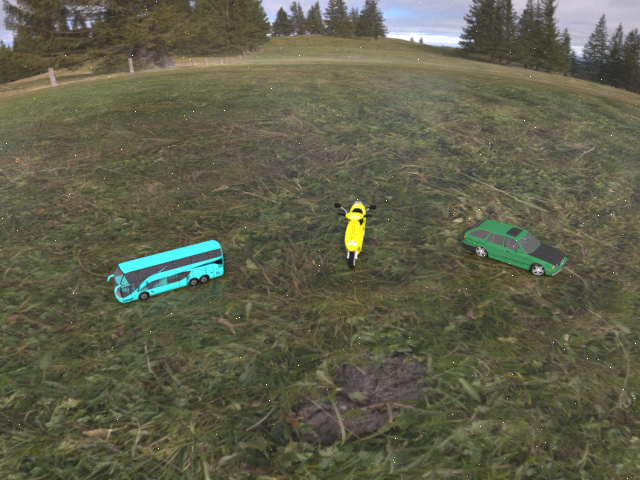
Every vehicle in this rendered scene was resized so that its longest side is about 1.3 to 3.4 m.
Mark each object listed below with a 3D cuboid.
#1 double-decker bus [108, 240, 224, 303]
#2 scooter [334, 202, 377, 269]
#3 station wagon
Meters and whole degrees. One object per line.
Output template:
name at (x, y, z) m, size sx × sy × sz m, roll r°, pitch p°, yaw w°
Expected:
double-decker bus at (-2.237, 0.464, 10.290) m, size 1.672 × 0.541 × 0.389 m, roll -15°, pitch 32°, yaw -26°
scooter at (0.565, -0.227, 11.176) m, size 0.662 × 0.919 × 1.399 m, roll 3°, pitch 28°, yaw 6°
station wagon at (3.079, 0.085, 11.067) m, size 1.597 × 0.473 × 0.682 m, roll 20°, pitch 34°, yaw 33°
